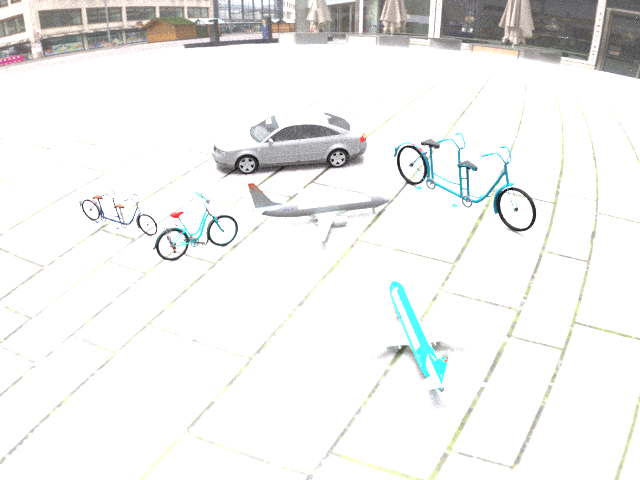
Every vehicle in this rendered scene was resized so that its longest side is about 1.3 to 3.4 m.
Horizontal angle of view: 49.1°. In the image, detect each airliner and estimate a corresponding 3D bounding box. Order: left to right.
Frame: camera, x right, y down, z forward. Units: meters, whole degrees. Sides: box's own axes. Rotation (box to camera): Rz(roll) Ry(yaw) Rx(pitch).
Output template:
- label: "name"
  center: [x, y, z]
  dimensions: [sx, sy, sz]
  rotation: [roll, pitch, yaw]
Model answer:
- label: "airliner"
  center: [-0.006, -0.730, 11.891]
  dimensions: [2.541, 0.835, 2.257]
  rotation: [-8, 31, -14]
- label: "airliner"
  center: [1.226, 1.036, 8.888]
  dimensions: [2.257, 0.835, 2.541]
  rotation: [-4, 31, -7]

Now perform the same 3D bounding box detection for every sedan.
- label: "sedan"
  center: [-0.608, -2.043, 14.019]
  dimensions: [3.137, 0.940, 1.235]
  rotation: [-5, 31, -9]

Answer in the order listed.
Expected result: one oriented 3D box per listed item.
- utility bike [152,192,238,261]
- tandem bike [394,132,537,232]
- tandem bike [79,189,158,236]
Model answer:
- label: "utility bike"
  center: [-1.968, -0.232, 10.934]
  dimensions: [1.435, 0.946, 0.535]
  rotation: [-17, 34, -26]
- label: "tandem bike"
  center: [2.455, -1.201, 12.208]
  dimensions: [0.550, 1.326, 3.192]
  rotation: [-23, 38, -34]
- label: "tandem bike"
  center: [-3.386, -0.507, 11.661]
  dimensions: [1.642, 0.682, 0.283]
  rotation: [14, 33, 22]
